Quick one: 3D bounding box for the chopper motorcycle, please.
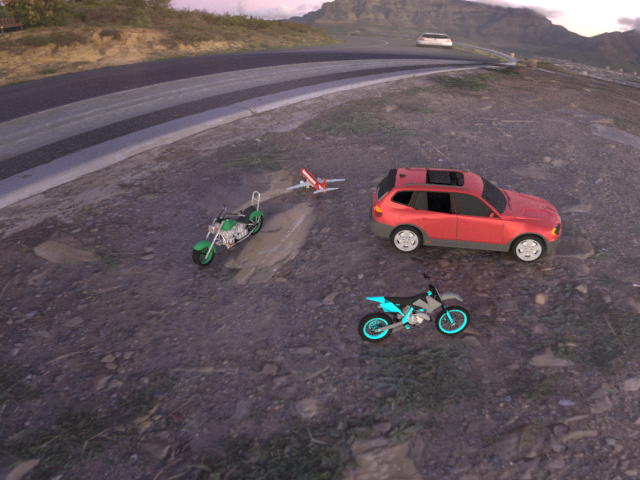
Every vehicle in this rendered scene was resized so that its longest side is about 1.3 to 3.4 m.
[{"bbox_3d":[-1.445,-0.188,11.112,0.466,0.761,1.563,20,35,31],"label":"chopper motorcycle"}]

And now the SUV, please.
[{"bbox_3d":[2.327,-0.489,11.270,3.058,1.128,1.276,4,30,8],"label":"SUV"}]

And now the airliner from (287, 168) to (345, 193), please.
[{"bbox_3d":[-0.123,-1.197,13.224,1.161,0.429,1.307,-11,31,-19],"label":"airliner"}]

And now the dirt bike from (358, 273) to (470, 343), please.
[{"bbox_3d":[1.231,0.928,9.050,1.493,0.857,0.527,-4,30,-6],"label":"dirt bike"}]
